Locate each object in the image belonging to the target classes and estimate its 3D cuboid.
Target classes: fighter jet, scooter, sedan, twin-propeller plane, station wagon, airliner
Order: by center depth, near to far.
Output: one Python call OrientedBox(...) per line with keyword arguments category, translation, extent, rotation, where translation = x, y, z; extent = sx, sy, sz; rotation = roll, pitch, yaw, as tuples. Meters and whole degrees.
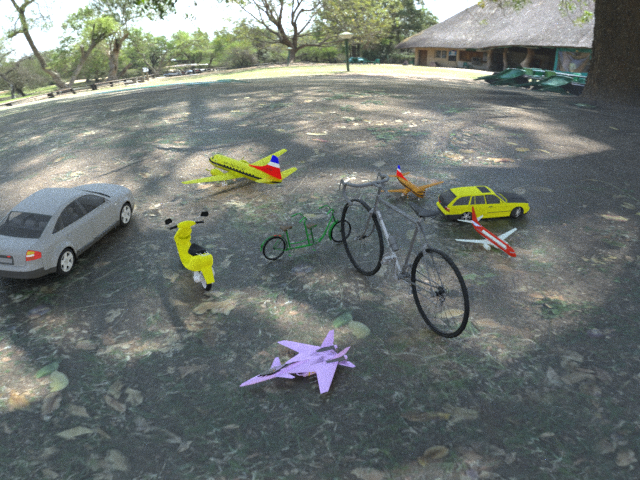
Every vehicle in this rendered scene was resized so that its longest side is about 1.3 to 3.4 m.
OrientedBox(category="fighter jet", translation=(-0.312, 1.439, 8.191), extent=(1.358, 0.286, 1.147), rotation=(-13, 29, -25))
OrientedBox(category="scooter", translation=(-1.853, 0.116, 10.199), extent=(0.662, 0.919, 1.399), rotation=(-13, 29, -26))
OrientedBox(category="sedan", translation=(-4.081, -0.355, 11.148), extent=(1.235, 0.940, 3.137), rotation=(7, 27, 13))
OrientedBox(category="airliner", translation=(2.769, -0.121, 11.251), extent=(1.161, 0.429, 1.307), rotation=(-10, 28, -19))
OrientedBox(category="station wagon", translation=(2.894, -0.680, 12.355), extent=(1.597, 0.473, 0.682), rotation=(-5, 26, -9))
OrientedBox(category="twin-propeller plane", translation=(1.694, -1.077, 13.251), extent=(1.370, 0.407, 1.095), rotation=(-10, 27, -19))
OrientedBox(category="twin-propeller plane", translation=(-1.483, -1.462, 13.607), extent=(2.129, 0.792, 2.663), rotation=(22, 33, 38))

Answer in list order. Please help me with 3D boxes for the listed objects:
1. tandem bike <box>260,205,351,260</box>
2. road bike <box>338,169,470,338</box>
OrientedBox(category="tandem bike", translation=(-0.201, -0.129, 10.978), extent=(1.642, 0.682, 0.283), rotation=(-14, 29, -27))
OrientedBox(category="road bike", translation=(1.047, 0.092, 9.403), extent=(0.697, 1.656, 3.004), rotation=(-13, 29, -26))
